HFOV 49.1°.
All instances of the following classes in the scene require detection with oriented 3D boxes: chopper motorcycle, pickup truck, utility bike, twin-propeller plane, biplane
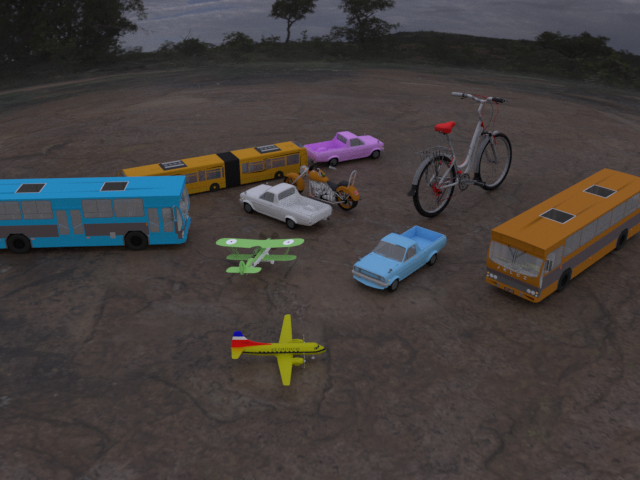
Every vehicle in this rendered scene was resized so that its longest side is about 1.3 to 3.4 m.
[{"bbox_3d":[0.008,-0.978,11.897,1.563,0.761,0.466,19,33,33],"label":"chopper motorcycle"},{"bbox_3d":[1.145,0.187,9.883,0.640,0.511,1.603,21,34,35],"label":"pickup truck"},{"bbox_3d":[2.356,-1.499,11.732,2.791,1.839,1.039,-23,35,-37],"label":"utility bike"},{"bbox_3d":[0.472,-1.846,13.879,1.603,0.511,0.640,-13,30,-24],"label":"pickup truck"},{"bbox_3d":[-0.579,-0.612,11.454,1.603,0.511,0.640,20,33,35],"label":"pickup truck"},{"bbox_3d":[-0.472,1.204,7.999,1.095,0.407,1.370,-1,27,-2],"label":"twin-propeller plane"},{"bbox_3d":[-0.911,0.224,9.817,1.336,0.504,1.090,9,28,16],"label":"biplane"}]

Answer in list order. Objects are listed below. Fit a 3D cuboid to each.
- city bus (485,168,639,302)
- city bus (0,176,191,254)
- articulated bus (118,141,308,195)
[{"bbox_3d":[3.648,-0.119,10.062,3.255,0.894,0.926,-24,35,-38],"label":"city bus"},{"bbox_3d":[-3.651,-0.386,10.587,3.255,0.894,0.926,-1,27,-3],"label":"city bus"},{"bbox_3d":[-1.844,-1.241,12.634,3.401,0.561,0.605,-13,30,-24],"label":"articulated bus"}]
